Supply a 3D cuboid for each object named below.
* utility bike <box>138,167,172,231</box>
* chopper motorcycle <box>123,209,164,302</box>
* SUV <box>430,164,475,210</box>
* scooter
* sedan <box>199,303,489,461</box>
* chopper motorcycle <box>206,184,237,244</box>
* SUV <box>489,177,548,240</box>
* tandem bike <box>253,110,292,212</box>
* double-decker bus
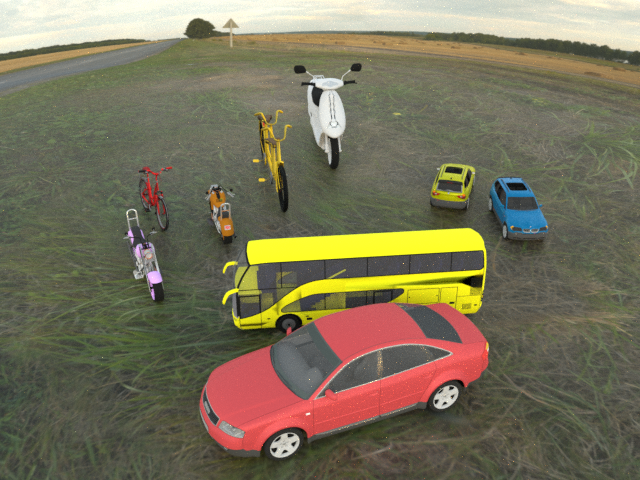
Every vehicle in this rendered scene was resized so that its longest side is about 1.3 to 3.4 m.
[{"bbox_3d":[-2.645,-0.784,11.217,0.535,0.946,1.435,-16,32,-26],"label":"utility bike"},{"bbox_3d":[-2.409,0.197,9.606,0.466,0.761,1.563,-12,31,-21],"label":"chopper motorcycle"},{"bbox_3d":[2.302,-1.014,12.025,0.656,0.580,1.572,8,30,15],"label":"SUV"},{"bbox_3d":[0.111,-2.643,13.760,1.288,1.786,2.721,-4,29,-7],"label":"scooter"},{"bbox_3d":[0.289,1.316,7.358,3.137,0.940,1.235,-11,31,-20],"label":"sedan"},{"bbox_3d":[-1.571,-0.521,10.928,0.466,0.761,1.563,-8,30,-15],"label":"chopper motorcycle"},{"bbox_3d":[3.134,-0.522,11.118,0.656,0.580,1.572,0,29,-1],"label":"SUV"},{"bbox_3d":[-0.851,-1.638,12.392,0.550,1.326,3.192,-6,29,-10],"label":"tandem bike"},{"bbox_3d":[0.421,0.494,8.754,3.251,1.052,0.756,-3,29,-6],"label":"double-decker bus"}]
